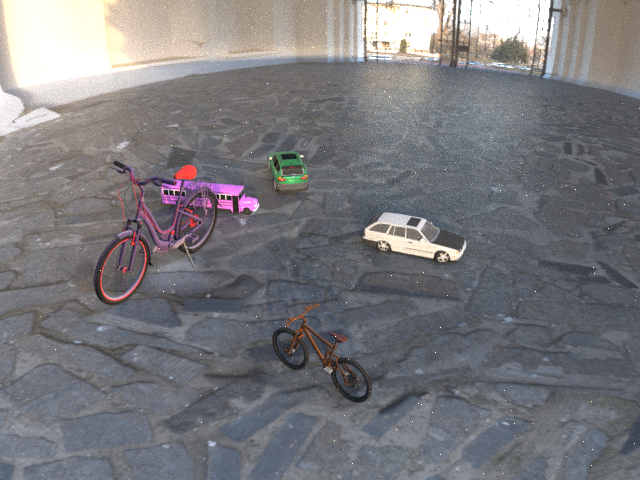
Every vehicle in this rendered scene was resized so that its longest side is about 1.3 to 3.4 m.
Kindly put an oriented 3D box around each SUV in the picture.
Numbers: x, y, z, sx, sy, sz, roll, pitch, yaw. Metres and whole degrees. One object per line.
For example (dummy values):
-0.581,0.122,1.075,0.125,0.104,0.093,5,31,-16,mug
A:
-0.613,-1.407,13.362,0.656,0.580,1.572,-5,29,-9,SUV

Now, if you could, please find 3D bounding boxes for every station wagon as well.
1.498,-0.074,11.016,1.597,0.473,0.682,11,30,20,station wagon

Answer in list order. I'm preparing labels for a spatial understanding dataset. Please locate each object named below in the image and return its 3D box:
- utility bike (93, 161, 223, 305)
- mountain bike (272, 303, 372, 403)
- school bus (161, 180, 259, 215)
-2.178,-0.292,9.986,1.039,1.839,2.791,15,32,25,utility bike
-0.001,1.304,8.061,1.469,0.868,0.573,21,35,34,mountain bike
-1.926,-0.763,12.329,1.708,0.434,0.365,5,29,10,school bus
